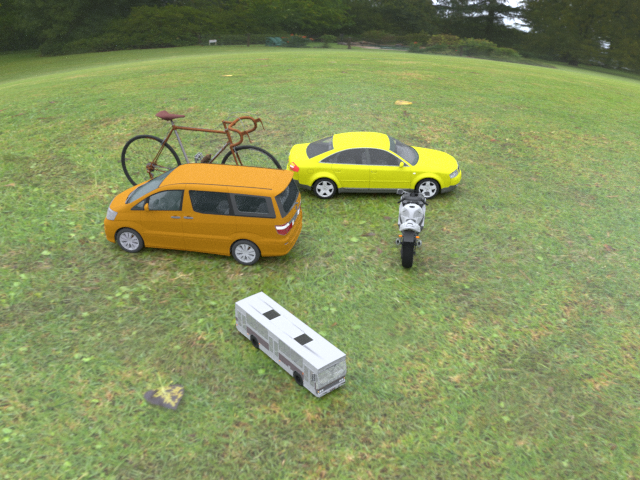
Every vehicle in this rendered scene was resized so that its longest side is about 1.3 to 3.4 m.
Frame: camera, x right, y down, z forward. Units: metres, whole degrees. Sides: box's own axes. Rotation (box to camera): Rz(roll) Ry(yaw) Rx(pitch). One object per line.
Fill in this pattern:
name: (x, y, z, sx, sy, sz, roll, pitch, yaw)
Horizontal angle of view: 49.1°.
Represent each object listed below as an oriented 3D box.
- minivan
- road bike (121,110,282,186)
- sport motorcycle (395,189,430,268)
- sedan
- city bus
minivan: (-1.806, -0.490, 10.656, 3.011, 1.197, 1.324, 6, 29, 10)
road bike: (-2.022, -1.368, 11.767, 3.004, 1.656, 0.697, 8, 30, 14)
sport motorcycle: (1.367, -0.214, 10.544, 0.506, 0.821, 1.520, 5, 29, 8)
sedan: (0.966, -1.395, 12.554, 3.137, 0.940, 1.235, 0, 29, 1)
city bus: (-0.382, 1.222, 8.325, 0.476, 0.460, 1.674, -21, 35, -33)
